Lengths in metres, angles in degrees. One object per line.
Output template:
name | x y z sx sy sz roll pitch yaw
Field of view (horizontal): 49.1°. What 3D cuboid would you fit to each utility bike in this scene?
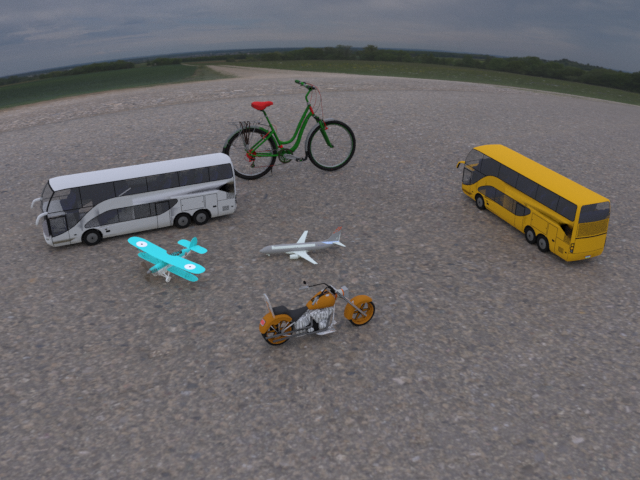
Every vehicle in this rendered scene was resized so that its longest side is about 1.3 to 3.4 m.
utility bike | -0.642 -2.176 13.716 2.791 1.839 1.039 -8 27 -15

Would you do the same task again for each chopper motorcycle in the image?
chopper motorcycle | -0.015 0.854 8.688 1.563 0.761 0.466 -12 28 -23

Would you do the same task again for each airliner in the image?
airliner | -0.286 0.025 10.782 1.307 0.429 1.161 -4 26 -7

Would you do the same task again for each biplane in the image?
biplane | -2.116 0.279 10.172 1.336 0.504 1.090 14 29 27

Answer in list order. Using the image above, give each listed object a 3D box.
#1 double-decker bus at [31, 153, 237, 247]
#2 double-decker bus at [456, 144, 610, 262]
double-decker bus | -2.987 -0.669 11.504 3.251 1.052 0.756 -12 28 -23
double-decker bus | 3.425 -0.726 11.621 0.756 1.052 3.251 -9 27 -18
